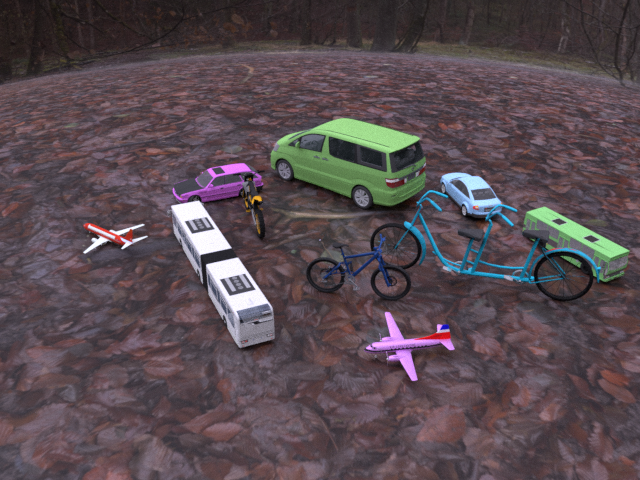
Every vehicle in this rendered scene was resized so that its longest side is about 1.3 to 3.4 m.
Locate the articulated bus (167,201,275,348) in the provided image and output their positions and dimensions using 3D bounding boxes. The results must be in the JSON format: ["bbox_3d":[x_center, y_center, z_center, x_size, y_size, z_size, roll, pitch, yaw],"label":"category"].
[{"bbox_3d":[-1.472,0.359,9.992,0.605,0.561,3.401,-12,31,-21],"label":"articulated bus"}]

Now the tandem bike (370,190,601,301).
[{"bbox_3d":[2.239,0.069,9.727,3.192,1.326,0.550,10,31,17],"label":"tandem bike"}]

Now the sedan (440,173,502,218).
[{"bbox_3d":[2.629,-0.868,12.277,0.635,0.483,1.613,-7,30,-12],"label":"sedan"}]

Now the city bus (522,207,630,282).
[{"bbox_3d":[3.842,0.054,10.643,0.476,0.460,1.674,-16,33,-26],"label":"city bus"}]

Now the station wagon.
[{"bbox_3d":[-1.844,-1.028,12.575,1.597,0.473,0.682,-13,31,-21],"label":"station wagon"}]

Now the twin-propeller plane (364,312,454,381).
[{"bbox_3d":[1.075,1.241,8.565,1.095,0.407,1.370,-4,29,-7],"label":"twin-propeller plane"}]

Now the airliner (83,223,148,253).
[{"bbox_3d":[-3.344,-0.154,11.050,1.307,0.429,1.161,20,35,32],"label":"airliner"}]

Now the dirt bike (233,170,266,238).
[{"bbox_3d":[-1.117,-0.669,11.536,0.527,0.857,1.493,-8,30,-14],"label":"dirt bike"}]

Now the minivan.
[{"bbox_3d":[0.436,-1.538,12.748,3.011,1.197,1.324,22,36,34],"label":"minivan"}]

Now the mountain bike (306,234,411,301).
[{"bbox_3d":[0.524,0.403,9.597,1.469,0.868,0.573,6,30,11],"label":"mountain bike"}]
